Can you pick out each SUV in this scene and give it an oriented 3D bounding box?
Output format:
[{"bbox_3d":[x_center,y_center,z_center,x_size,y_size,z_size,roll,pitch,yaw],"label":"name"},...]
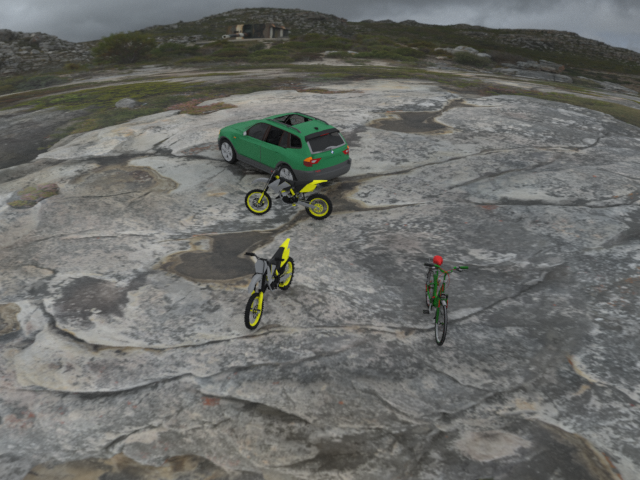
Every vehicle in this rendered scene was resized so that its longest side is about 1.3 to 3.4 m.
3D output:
[{"bbox_3d":[-0.744,-1.877,13.430,1.276,1.128,3.058,-22,34,-36],"label":"SUV"}]

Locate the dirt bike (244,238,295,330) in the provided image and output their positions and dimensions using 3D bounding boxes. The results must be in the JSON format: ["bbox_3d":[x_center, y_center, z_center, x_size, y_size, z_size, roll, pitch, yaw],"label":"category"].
[{"bbox_3d":[-0.636,0.501,9.053,0.527,0.857,1.493,9,28,18],"label":"dirt bike"}]

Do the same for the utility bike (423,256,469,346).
[{"bbox_3d":[1.509,0.621,8.720,0.535,0.946,1.435,0,27,0],"label":"utility bike"}]

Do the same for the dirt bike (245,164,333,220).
[{"bbox_3d":[-0.528,-0.758,11.528,1.493,0.857,0.527,4,27,9],"label":"dirt bike"}]
